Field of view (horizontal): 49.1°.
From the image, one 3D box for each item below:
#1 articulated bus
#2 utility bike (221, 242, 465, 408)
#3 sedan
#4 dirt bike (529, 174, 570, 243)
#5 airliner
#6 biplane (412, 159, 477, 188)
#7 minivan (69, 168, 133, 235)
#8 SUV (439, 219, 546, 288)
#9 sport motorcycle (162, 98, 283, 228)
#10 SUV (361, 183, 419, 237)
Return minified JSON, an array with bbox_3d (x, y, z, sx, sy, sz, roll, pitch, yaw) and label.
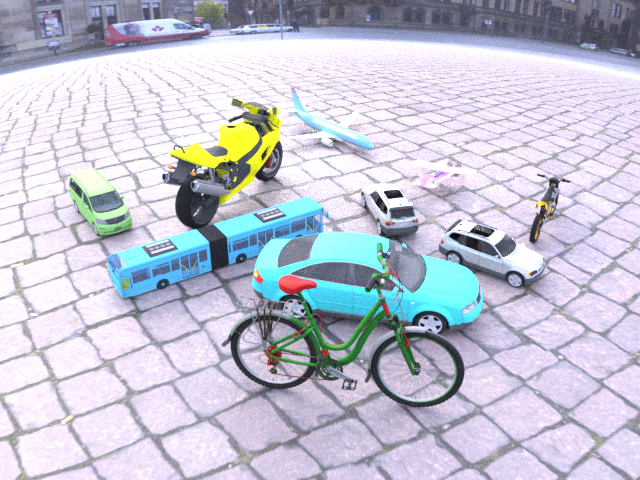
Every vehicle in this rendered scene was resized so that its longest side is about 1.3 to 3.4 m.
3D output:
[{"bbox_3d":[-1.451,0.059,10.594,3.401,0.561,0.605,-18,35,-28],"label":"articulated bus"},{"bbox_3d":[0.243,0.963,7.837,2.791,1.839,1.039,6,31,9],"label":"utility bike"},{"bbox_3d":[0.640,0.484,9.515,3.137,0.940,1.235,6,31,10],"label":"sedan"},{"bbox_3d":[3.678,-0.574,11.366,0.527,0.857,1.493,17,35,26],"label":"dirt bike"},{"bbox_3d":[0.211,-2.514,14.633,2.257,0.835,2.541,-26,39,-36],"label":"airliner"},{"bbox_3d":[2.130,-1.140,12.656,1.336,0.504,1.090,26,40,36],"label":"biplane"},{"bbox_3d":[-3.692,-0.646,11.721,0.681,0.616,1.548,-20,36,-30],"label":"minivan"},{"bbox_3d":[2.553,0.158,10.410,1.572,0.580,0.656,20,36,30],"label":"SUV"},{"bbox_3d":[-1.504,-1.359,11.959,0.983,1.596,2.955,17,35,26],"label":"sport motorcycle"},{"bbox_3d":[1.159,-0.601,11.681,0.656,0.580,1.572,-6,31,-11],"label":"SUV"}]
